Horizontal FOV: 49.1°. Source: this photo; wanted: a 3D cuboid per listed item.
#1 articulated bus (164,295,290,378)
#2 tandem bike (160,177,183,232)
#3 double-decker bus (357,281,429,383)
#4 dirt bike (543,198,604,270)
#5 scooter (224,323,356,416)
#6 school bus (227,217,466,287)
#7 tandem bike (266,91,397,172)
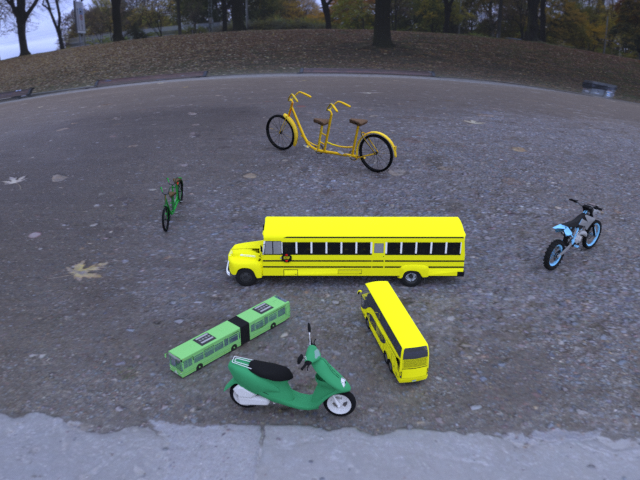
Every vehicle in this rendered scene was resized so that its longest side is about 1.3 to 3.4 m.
[{"bbox_3d":[-1.062,1.135,8.470,0.311,0.289,1.749,22,34,38],"label":"articulated bus"},{"bbox_3d":[-2.490,-0.730,11.835,0.283,0.682,1.642,0,26,1],"label":"tandem bike"},{"bbox_3d":[0.857,1.038,8.383,0.389,0.541,1.672,-6,27,-11],"label":"double-decker bus"},{"bbox_3d":[3.783,-0.111,10.370,1.493,0.857,0.527,-21,33,-36],"label":"dirt bike"},{"bbox_3d":[-0.317,1.397,7.219,1.399,0.919,0.662,4,26,7],"label":"scooter"},{"bbox_3d":[0.340,0.133,9.888,3.322,0.844,0.709,0,26,0],"label":"school bus"},{"bbox_3d":[0.153,-2.226,14.161,3.192,1.326,0.550,17,31,31],"label":"tandem bike"}]
